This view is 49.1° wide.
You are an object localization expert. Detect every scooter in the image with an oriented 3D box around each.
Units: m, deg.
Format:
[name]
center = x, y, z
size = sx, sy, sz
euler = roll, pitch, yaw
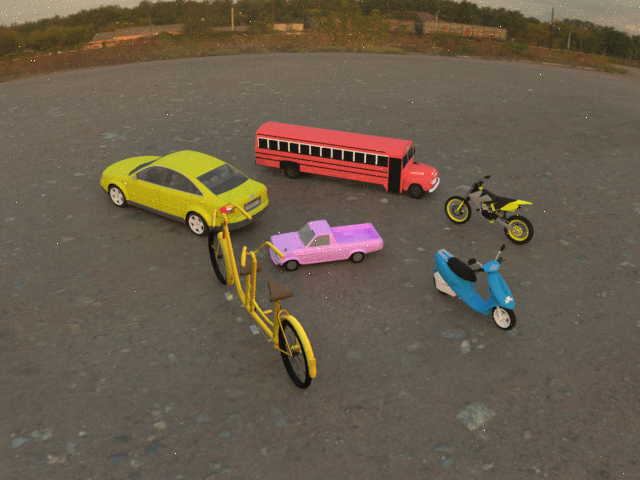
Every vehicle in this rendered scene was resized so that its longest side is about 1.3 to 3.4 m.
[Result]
[scooter]
center = 1.919, 0.484, 8.751
size = 0.662, 0.919, 1.399
euler = -20, 34, -32

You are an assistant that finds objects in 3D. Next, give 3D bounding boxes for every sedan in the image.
[sedan]
center = -2.274, -0.930, 11.349
size = 3.137, 0.940, 1.235
euler = 18, 33, 30

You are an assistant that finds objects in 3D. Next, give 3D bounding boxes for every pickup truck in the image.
[pickup truck]
center = 0.083, 0.018, 10.045
size = 1.603, 0.511, 0.640
euler = -7, 29, -12

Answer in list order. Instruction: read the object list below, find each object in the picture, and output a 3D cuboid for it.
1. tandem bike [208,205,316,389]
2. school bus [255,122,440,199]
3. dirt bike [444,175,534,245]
[tandem bike]
center = -0.794, 0.503, 8.288
size = 0.550, 1.326, 3.192
euler = -14, 31, -24
[school bus]
center = 0.470, -1.452, 12.417
size = 3.322, 0.844, 0.709
euler = 11, 30, 19
[dirt bike]
center = 2.553, -0.477, 10.597
size = 1.493, 0.857, 0.527
euler = 21, 35, 34
